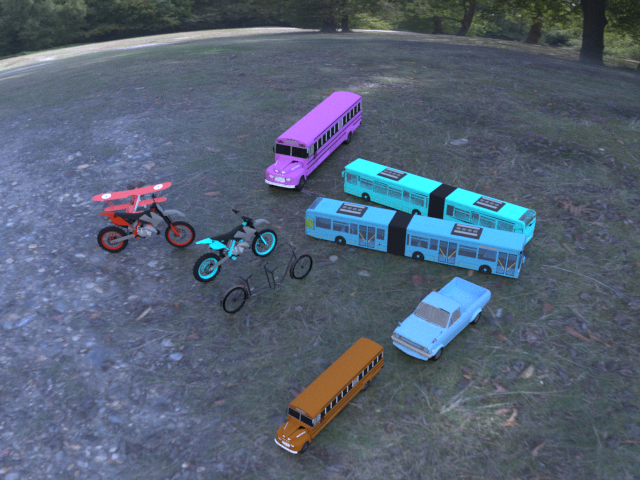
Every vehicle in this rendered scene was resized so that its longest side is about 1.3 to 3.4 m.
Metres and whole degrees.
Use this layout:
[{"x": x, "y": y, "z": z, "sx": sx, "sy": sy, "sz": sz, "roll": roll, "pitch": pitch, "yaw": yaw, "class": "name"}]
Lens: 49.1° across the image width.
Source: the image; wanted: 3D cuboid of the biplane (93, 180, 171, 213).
[{"x": -3.152, "y": -0.611, "z": 11.735, "sx": 1.336, "sy": 0.504, "sz": 1.090, "roll": -3, "pitch": 31, "yaw": -4, "class": "biplane"}]

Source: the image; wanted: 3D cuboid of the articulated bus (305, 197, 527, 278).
[{"x": 1.427, "y": -0.062, "z": 10.779, "sx": 3.401, "sy": 0.561, "sz": 0.605, "roll": 11, "pitch": 33, "yaw": 18, "class": "articulated bus"}]

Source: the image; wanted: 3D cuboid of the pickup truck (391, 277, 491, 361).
[{"x": 1.610, "y": 0.962, "z": 9.145, "sx": 0.640, "sy": 0.511, "sz": 1.603, "roll": 24, "pitch": 39, "yaw": 33, "class": "pickup truck"}]

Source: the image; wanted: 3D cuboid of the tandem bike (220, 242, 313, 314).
[{"x": -0.722, "y": 0.492, "z": 9.754, "sx": 1.642, "sy": 0.682, "sz": 0.283, "roll": -25, "pitch": 39, "yaw": -35, "class": "tandem bike"}]

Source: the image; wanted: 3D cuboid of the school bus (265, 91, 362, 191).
[{"x": -0.076, "y": -1.981, "z": 13.658, "sx": 0.709, "sy": 0.844, "sz": 3.322, "roll": 13, "pitch": 34, "yaw": 20, "class": "school bus"}]

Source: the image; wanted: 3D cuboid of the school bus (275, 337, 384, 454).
[{"x": 0.128, "y": 1.740, "z": 7.943, "sx": 0.365, "sy": 0.434, "sz": 1.708, "roll": 21, "pitch": 37, "yaw": 31, "class": "school bus"}]

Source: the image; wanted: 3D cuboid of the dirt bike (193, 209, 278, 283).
[{"x": -1.239, "y": 0.057, "z": 10.298, "sx": 1.493, "sy": 0.857, "sz": 0.527, "roll": -24, "pitch": 39, "yaw": -34, "class": "dirt bike"}]

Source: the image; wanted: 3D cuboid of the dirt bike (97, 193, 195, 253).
[{"x": -2.684, "y": -0.214, "z": 10.743, "sx": 1.493, "sy": 0.857, "sz": 0.527, "roll": -4, "pitch": 32, "yaw": -6, "class": "dirt bike"}]

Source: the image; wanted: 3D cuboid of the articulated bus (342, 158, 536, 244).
[{"x": 1.892, "y": -0.661, "z": 11.762, "sx": 3.401, "sy": 0.561, "sz": 0.605, "roll": 21, "pitch": 37, "yaw": 30, "class": "articulated bus"}]
